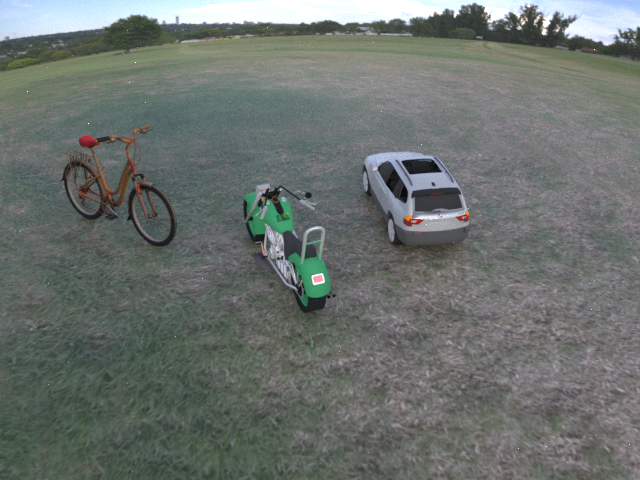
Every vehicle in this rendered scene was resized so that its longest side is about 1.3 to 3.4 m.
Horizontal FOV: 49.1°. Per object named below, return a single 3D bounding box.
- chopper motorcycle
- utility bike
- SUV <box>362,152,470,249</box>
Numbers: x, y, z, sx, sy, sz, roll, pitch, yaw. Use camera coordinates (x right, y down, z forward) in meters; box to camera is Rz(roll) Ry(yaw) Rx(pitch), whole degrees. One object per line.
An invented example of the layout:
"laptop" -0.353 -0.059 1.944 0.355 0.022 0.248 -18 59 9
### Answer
"chopper motorcycle" -0.578 -0.152 10.298 0.906 1.480 3.040 -12 32 -20
"utility bike" -3.323 -1.020 11.449 2.791 1.839 1.039 19 35 30
"SUV" 1.592 -0.918 11.985 1.276 1.128 3.058 -5 30 -8
